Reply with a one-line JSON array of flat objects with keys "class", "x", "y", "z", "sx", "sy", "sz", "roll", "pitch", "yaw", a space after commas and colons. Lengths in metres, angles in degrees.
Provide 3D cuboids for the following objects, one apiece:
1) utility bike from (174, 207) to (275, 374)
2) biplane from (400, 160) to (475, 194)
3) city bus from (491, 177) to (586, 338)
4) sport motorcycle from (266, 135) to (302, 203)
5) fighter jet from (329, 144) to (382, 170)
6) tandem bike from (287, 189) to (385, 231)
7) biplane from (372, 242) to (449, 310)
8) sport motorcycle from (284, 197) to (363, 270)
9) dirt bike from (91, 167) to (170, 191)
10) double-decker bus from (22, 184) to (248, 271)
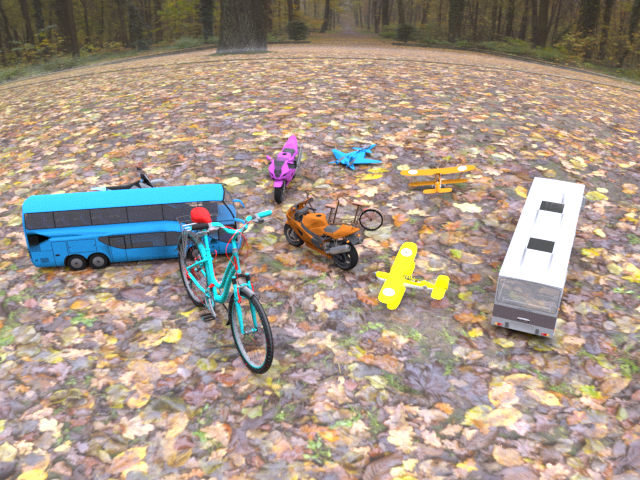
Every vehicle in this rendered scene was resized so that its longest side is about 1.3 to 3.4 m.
[{"class": "utility bike", "x": -1.209, "y": 0.358, "z": 8.865, "sx": 1.039, "sy": 1.839, "sz": 2.791, "roll": -18, "pitch": 34, "yaw": -28}, {"class": "biplane", "x": 2.116, "y": -1.071, "z": 12.706, "sx": 1.336, "sy": 0.504, "sz": 1.090, "roll": 4, "pitch": 30, "yaw": 8}, {"class": "city bus", "x": 3.218, "y": 0.169, "z": 10.146, "sx": 0.926, "sy": 0.894, "sz": 3.255, "roll": 12, "pitch": 32, "yaw": 20}, {"class": "sport motorcycle", "x": -0.631, "y": -1.301, "z": 12.789, "sx": 0.506, "sy": 0.821, "sz": 1.520, "roll": 5, "pitch": 30, "yaw": 8}, {"class": "fighter jet", "x": 0.798, "y": -1.812, "z": 14.221, "sx": 1.147, "sy": 0.286, "sz": 1.358, "roll": 19, "pitch": 35, "yaw": 29}, {"class": "tandem bike", "x": 0.259, "y": -0.482, "z": 11.498, "sx": 1.642, "sy": 0.682, "sz": 0.283, "roll": 3, "pitch": 30, "yaw": 6}, {"class": "biplane", "x": 1.248, "y": 0.593, "z": 9.799, "sx": 1.090, "sy": 0.504, "sz": 1.336, "roll": 11, "pitch": 32, "yaw": 18}, {"class": "sport motorcycle", "x": 0.003, "y": -0.092, "z": 10.676, "sx": 1.520, "sy": 0.821, "sz": 0.506, "roll": 24, "pitch": 38, "yaw": 36}, {"class": "dirt bike", "x": -3.122, "y": -0.720, "z": 11.737, "sx": 1.493, "sy": 0.857, "sz": 0.527, "roll": -11, "pitch": 32, "yaw": -19}, {"class": "double-decker bus", "x": -2.754, "y": -0.220, "z": 10.668, "sx": 3.251, "sy": 1.052, "sz": 0.756, "roll": -4, "pitch": 30, "yaw": -8}]
